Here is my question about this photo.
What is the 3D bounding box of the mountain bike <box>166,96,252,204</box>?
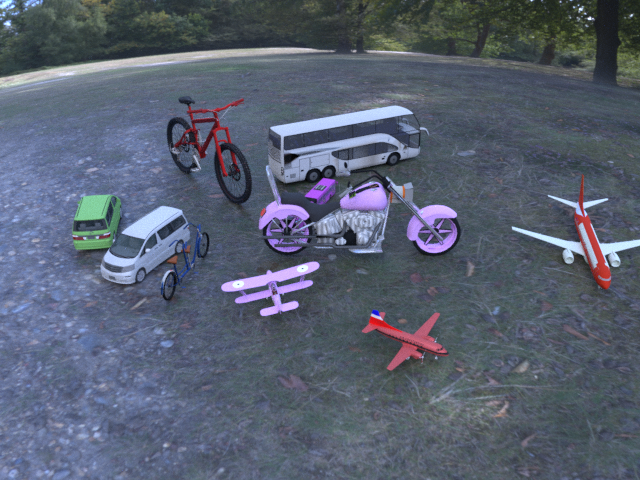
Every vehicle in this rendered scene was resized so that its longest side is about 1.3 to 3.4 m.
[{"bbox_3d":[-2.084,-1.749,12.662,1.114,1.688,2.857,-21,35,-33],"label":"mountain bike"}]

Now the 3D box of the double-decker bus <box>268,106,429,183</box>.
[{"bbox_3d":[0.564,-1.882,13.582,3.251,1.052,0.756,-14,31,-25],"label":"double-decker bus"}]

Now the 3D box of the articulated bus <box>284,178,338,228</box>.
[{"bbox_3d":[-0.152,-0.620,12.041,0.311,0.289,1.749,11,30,20],"label":"articulated bus"}]

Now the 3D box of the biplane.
[{"bbox_3d":[-0.633,0.693,9.372,1.336,0.504,1.090,-6,29,-11],"label":"biplane"}]

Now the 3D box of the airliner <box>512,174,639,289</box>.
[{"bbox_3d":[4.107,-0.139,10.569,2.257,0.835,2.541,4,29,7],"label":"airliner"}]

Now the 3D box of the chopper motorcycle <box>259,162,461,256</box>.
[{"bbox_3d":[0.603,-0.432,10.433,3.040,1.480,0.906,-1,28,-2],"label":"chopper motorcycle"}]

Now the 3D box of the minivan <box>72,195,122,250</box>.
[{"bbox_3d":[-3.576,-0.388,11.265,0.681,0.616,1.548,-4,29,-7],"label":"minivan"}]

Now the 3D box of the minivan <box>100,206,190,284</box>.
[{"bbox_3d":[-2.600,0.063,10.426,0.681,0.616,1.548,13,31,23],"label":"minivan"}]

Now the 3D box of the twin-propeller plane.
[{"bbox_3d":[1.079,1.169,8.590,1.095,0.407,1.370,17,33,28],"label":"twin-propeller plane"}]

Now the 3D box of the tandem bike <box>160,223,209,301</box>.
[{"bbox_3d":[-1.924,0.240,10.026,0.283,0.682,1.642,7,29,13],"label":"tandem bike"}]
